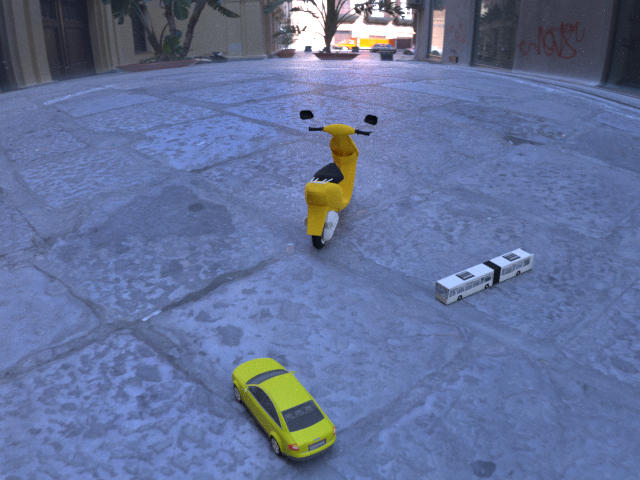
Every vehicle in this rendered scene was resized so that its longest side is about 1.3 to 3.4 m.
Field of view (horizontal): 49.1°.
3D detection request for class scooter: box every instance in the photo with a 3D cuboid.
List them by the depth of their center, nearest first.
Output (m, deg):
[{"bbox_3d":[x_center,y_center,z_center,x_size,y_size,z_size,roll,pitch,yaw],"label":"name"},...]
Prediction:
[{"bbox_3d":[0.222,-1.108,11.357,1.288,1.786,2.721,6,29,12],"label":"scooter"}]

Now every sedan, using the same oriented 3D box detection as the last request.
[{"bbox_3d":[-0.427,1.701,7.469,0.635,0.483,1.613,-16,32,-27],"label":"sedan"}]

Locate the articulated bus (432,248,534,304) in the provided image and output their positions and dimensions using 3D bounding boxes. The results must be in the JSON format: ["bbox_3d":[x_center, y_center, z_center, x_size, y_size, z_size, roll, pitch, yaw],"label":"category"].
[{"bbox_3d":[2.348,0.496,9.939,1.749,0.289,0.311,-18,33,-30],"label":"articulated bus"}]
